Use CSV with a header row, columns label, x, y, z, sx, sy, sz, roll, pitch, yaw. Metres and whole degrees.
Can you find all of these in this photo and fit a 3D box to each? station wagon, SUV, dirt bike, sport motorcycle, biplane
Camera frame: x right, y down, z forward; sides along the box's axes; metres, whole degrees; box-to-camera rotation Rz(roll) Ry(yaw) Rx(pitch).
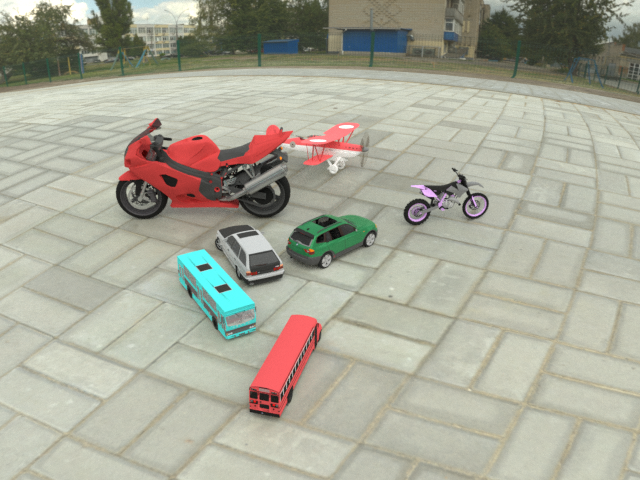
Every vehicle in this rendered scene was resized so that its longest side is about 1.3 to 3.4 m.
label,x,y,z,sx,sy,sz,roll,pitch,yaw
station wagon,-1.069,0.108,10.363,0.682,0.473,1.597,-11,29,-21
SUV,0.204,-0.089,10.629,1.572,0.580,0.656,-24,36,-39
dirt bike,2.094,-0.690,11.498,1.493,0.857,0.527,-6,28,-11
sport motorcycle,-1.904,-1.101,11.489,2.955,1.596,0.983,-1,27,-2
biplane,-0.063,-1.854,13.632,2.120,0.981,2.598,9,29,17

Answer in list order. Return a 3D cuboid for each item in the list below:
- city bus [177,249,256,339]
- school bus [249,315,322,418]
label,x,y,z,sx,sy,sz,roll,pitch,yaw
city bus,-1.388,0.698,9.228,0.476,0.460,1.674,-15,31,-27
school bus,-0.349,1.342,8.001,0.365,0.434,1.708,7,28,14
